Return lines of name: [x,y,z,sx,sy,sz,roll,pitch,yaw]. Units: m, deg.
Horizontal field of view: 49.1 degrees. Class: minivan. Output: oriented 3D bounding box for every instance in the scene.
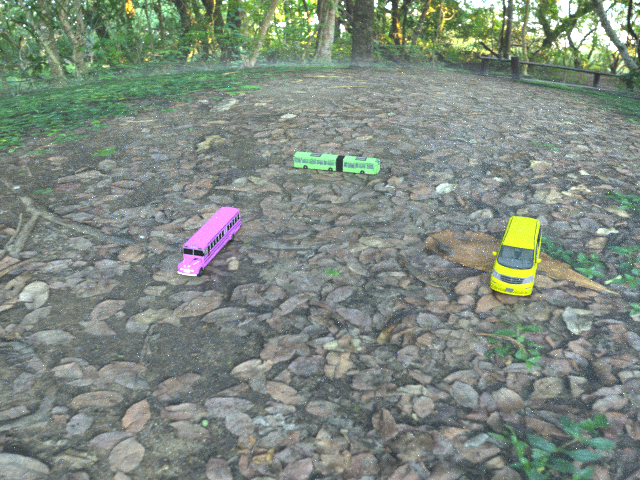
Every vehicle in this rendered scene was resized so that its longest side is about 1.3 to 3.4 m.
minivan: [2.903,0.220,10.280,0.681,0.616,1.548,10,29,18]

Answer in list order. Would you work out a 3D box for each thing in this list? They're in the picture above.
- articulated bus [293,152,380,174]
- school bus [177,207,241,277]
articulated bus: [0.322,-1.550,14.092,1.749,0.289,0.311,6,28,12]
school bus: [-1.710,0.017,10.875,0.365,0.434,1.708,8,28,15]
